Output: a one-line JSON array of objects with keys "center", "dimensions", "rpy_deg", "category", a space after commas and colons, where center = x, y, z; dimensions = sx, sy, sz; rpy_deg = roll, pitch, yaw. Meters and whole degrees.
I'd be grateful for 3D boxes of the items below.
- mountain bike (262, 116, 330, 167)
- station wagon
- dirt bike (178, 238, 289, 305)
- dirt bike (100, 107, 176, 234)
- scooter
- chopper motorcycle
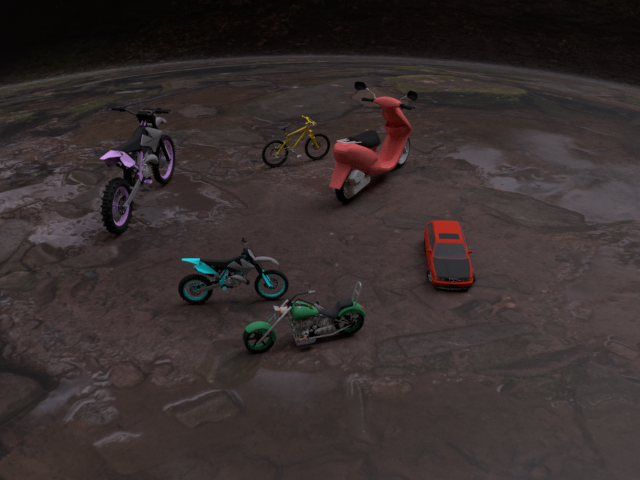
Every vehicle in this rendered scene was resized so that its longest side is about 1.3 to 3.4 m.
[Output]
[{"center": [-0.463, -1.919, 13.817], "dimensions": [1.469, 0.868, 0.573], "rpy_deg": [-12, 31, -21], "category": "mountain bike"}, {"center": [1.894, 0.165, 10.377], "dimensions": [0.682, 0.473, 1.597], "rpy_deg": [2, 28, 3], "category": "station wagon"}, {"center": [-1.171, 0.466, 9.418], "dimensions": [1.493, 0.857, 0.527], "rpy_deg": [-2, 29, -5], "category": "dirt bike"}, {"center": [-3.083, -1.350, 11.924], "dimensions": [1.024, 1.666, 2.903], "rpy_deg": [5, 29, 9], "category": "dirt bike"}, {"center": [1.001, -1.837, 12.700], "dimensions": [1.288, 1.786, 2.721], "rpy_deg": [18, 33, 29], "category": "scooter"}, {"center": [-0.181, 0.950, 8.623], "dimensions": [1.563, 0.761, 0.466], "rpy_deg": [-8, 29, -14], "category": "chopper motorcycle"}]
